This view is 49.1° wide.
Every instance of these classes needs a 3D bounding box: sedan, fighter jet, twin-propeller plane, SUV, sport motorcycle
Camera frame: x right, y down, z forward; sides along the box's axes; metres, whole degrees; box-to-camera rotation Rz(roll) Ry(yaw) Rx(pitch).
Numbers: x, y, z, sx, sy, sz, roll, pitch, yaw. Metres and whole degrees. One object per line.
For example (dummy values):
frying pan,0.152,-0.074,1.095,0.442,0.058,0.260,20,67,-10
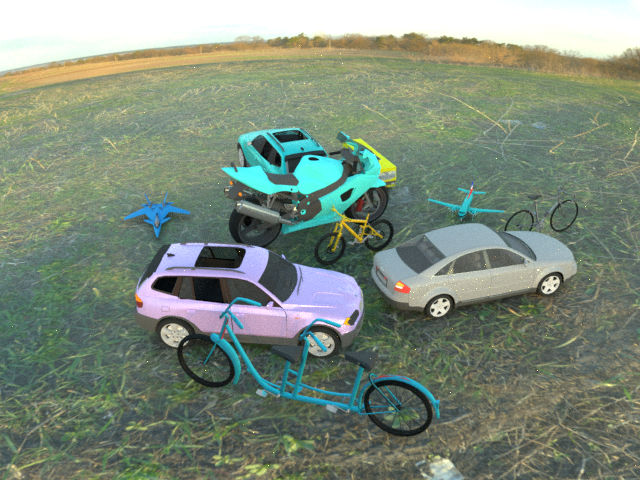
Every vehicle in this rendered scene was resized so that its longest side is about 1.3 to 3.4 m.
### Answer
sedan,2.306,0.300,10.261,3.137,0.940,1.235,-9,30,-16
fighter jet,-2.862,-0.441,12.286,1.147,0.286,1.358,-6,29,-10
twin-propeller plane,2.643,-0.690,12.614,1.370,0.407,1.095,11,31,19
SUV,-0.693,-1.629,13.574,1.276,1.128,3.058,-11,31,-19
SUV,-0.931,0.708,9.323,3.058,1.128,1.276,3,29,5
sport motorcycle,-0.159,-0.774,11.533,2.955,1.596,0.983,-12,31,-21

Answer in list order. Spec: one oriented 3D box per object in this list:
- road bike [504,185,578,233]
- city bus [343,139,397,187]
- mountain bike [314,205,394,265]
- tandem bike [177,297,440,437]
road bike,3.723,-0.427,11.675,1.545,0.852,0.358,-12,31,-21
city bus,0.971,-1.533,14.091,0.476,0.460,1.674,-11,31,-19
mountain bike,0.557,-0.107,11.075,1.469,0.868,0.573,-15,32,-25
tandem bike,-0.222,1.409,7.843,3.192,1.326,0.550,10,30,17
